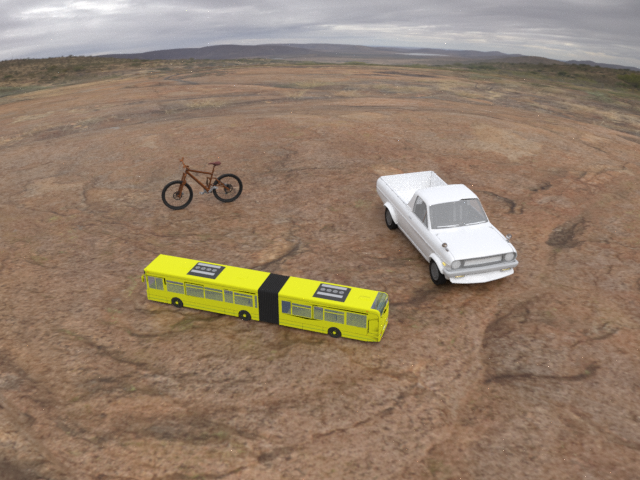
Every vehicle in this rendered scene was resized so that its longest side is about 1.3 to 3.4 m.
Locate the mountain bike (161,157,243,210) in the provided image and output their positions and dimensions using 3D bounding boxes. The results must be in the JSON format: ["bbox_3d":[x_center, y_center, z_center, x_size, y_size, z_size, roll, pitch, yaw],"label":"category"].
[{"bbox_3d":[-2.101,-1.006,12.475,1.469,0.868,0.573,-10,29,-18],"label":"mountain bike"}]

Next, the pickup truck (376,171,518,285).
[{"bbox_3d":[1.917,-0.376,11.145,1.244,0.993,3.117,-8,29,-14],"label":"pickup truck"}]

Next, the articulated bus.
[{"bbox_3d":[-0.784,0.760,9.453,3.401,0.561,0.605,9,29,16],"label":"articulated bus"}]
